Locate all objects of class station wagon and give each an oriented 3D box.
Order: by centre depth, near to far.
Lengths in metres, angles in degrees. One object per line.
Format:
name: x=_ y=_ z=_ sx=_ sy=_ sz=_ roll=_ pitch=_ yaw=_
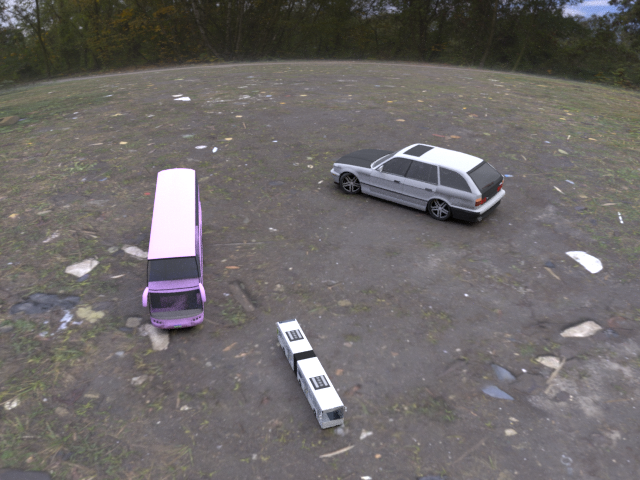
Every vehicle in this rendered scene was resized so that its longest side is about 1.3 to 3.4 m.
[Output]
station wagon: x=1.667 y=-1.183 z=12.434 sx=3.105 sy=0.920 sz=1.327 roll=19 pitch=33 yaw=32

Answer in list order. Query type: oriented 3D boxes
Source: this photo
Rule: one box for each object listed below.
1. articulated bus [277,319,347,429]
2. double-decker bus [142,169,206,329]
articulated bus: x=-0.141 y=1.485 z=8.034 sx=0.311 sy=0.289 sz=1.749 roll=-9 pitch=29 yaw=-17
double-decker bus: x=-2.026 y=0.045 z=9.954 sx=0.756 sy=1.052 sz=3.251 roll=-4 pitch=28 yaw=-8
